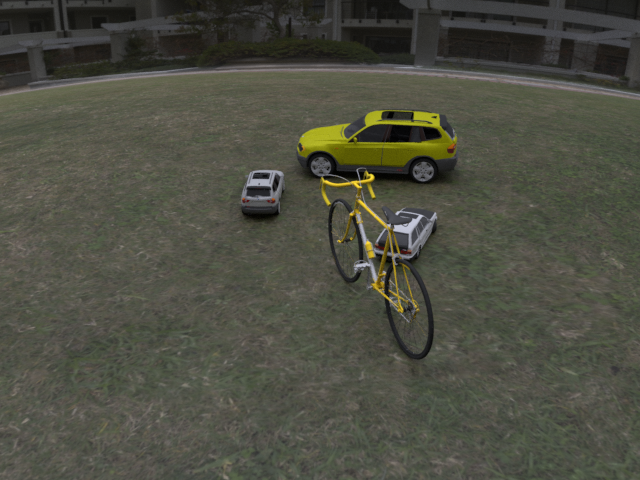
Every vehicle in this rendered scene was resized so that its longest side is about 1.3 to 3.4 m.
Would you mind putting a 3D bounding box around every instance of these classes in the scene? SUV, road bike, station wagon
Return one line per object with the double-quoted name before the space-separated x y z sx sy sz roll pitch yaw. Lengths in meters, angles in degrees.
"SUV" 1.081 -1.849 13.224 3.058 1.128 1.276 3 27 7
"SUV" -0.969 -0.910 11.970 0.656 0.580 1.572 1 27 2
"road bike" 0.667 0.176 8.620 0.696 1.656 3.004 -10 28 -19
"station wagon" 1.336 -0.178 10.636 0.682 0.473 1.597 11 29 20
